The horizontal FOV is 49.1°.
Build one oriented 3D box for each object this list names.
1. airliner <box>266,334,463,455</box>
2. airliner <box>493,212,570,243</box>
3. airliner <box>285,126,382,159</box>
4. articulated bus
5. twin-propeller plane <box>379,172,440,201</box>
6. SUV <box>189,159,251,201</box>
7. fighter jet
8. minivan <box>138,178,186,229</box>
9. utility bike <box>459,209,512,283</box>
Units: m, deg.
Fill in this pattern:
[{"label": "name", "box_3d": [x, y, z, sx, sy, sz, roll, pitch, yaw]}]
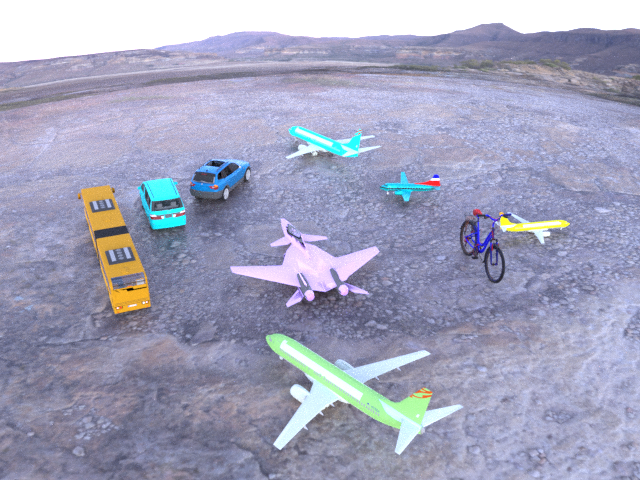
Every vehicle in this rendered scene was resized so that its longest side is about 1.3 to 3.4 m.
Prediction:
[{"label": "airliner", "box_3d": [0.217, 1.380, 7.510, 2.257, 0.835, 2.541, -23, 35, -37]}, {"label": "airliner", "box_3d": [3.443, -0.306, 11.258, 1.307, 0.429, 1.161, -6, 28, -11]}, {"label": "airliner", "box_3d": [0.077, -2.190, 14.501, 2.257, 0.835, 2.541, -19, 32, -32]}, {"label": "articulated bus", "box_3d": [-3.106, 0.027, 10.461, 0.605, 0.561, 3.401, -11, 29, -20]}, {"label": "twin-propeller plane", "box_3d": [1.626, -1.003, 12.646, 1.095, 0.407, 1.370, 2, 27, 3]}, {"label": "SUV", "box_3d": [-1.817, -1.209, 12.861, 0.656, 0.580, 1.572, 9, 28, 16]}, {"label": "fighter jet", "box_3d": [-0.256, 0.069, 10.382, 2.229, 0.557, 2.640, -8, 28, -15]}, {"label": "minivan", "box_3d": [-2.684, -0.700, 11.825, 0.681, 0.616, 1.548, -10, 29, -18]}, {"label": "utility bike", "box_3d": [2.402, -0.041, 10.170, 0.535, 0.946, 1.435, -7, 28, -13]}]
